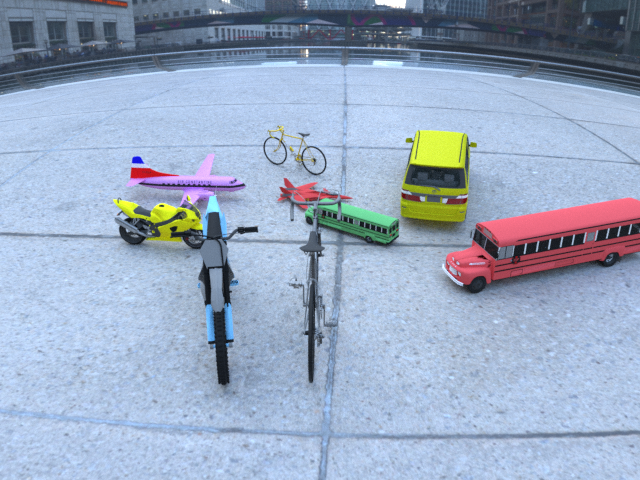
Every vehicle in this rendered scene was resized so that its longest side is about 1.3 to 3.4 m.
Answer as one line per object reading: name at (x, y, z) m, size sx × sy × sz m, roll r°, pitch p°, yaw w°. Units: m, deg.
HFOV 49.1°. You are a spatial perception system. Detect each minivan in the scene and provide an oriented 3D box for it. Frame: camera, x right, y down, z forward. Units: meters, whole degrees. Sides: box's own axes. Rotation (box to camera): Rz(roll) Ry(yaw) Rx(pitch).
minivan at (2.152, -1.350, 12.724) m, size 1.324 × 1.197 × 3.011 m, roll 6°, pitch 29°, yaw 10°

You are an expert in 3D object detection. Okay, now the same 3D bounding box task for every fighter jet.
fighter jet at (-0.063, -0.884, 12.819) m, size 1.358 × 0.286 × 1.147 m, roll 4°, pitch 29°, yaw 8°

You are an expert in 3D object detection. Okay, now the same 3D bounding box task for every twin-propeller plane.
twin-propeller plane at (-2.415, -1.137, 12.756) m, size 2.129 × 0.792 × 2.663 m, roll 2°, pitch 29°, yaw 3°

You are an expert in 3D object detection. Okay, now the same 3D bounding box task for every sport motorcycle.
sport motorcycle at (-2.516, -0.269, 11.125) m, size 1.520 × 0.821 × 0.506 m, roll 4°, pitch 29°, yaw 8°

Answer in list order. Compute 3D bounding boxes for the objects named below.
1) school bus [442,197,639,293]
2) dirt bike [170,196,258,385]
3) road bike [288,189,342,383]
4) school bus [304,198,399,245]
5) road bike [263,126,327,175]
school bus at (3.444, 0.041, 10.529) m, size 3.322 × 0.844 × 0.709 m, roll -9°, pitch 30°, yaw -17°
dirt bike at (-1.292, 0.449, 8.914) m, size 1.024 × 1.666 × 2.903 m, roll -4°, pitch 29°, yaw -8°
road bike at (-0.076, 0.439, 8.944) m, size 0.696 × 1.656 × 3.004 m, roll 1°, pitch 28°, yaw 1°
school bus at (0.490, -0.332, 11.646) m, size 1.708 × 0.434 × 0.365 m, roll 18°, pitch 33°, yaw 30°
road bike at (-0.515, -1.795, 13.907) m, size 1.545 × 0.852 × 0.358 m, roll 18°, pitch 33°, yaw 29°
